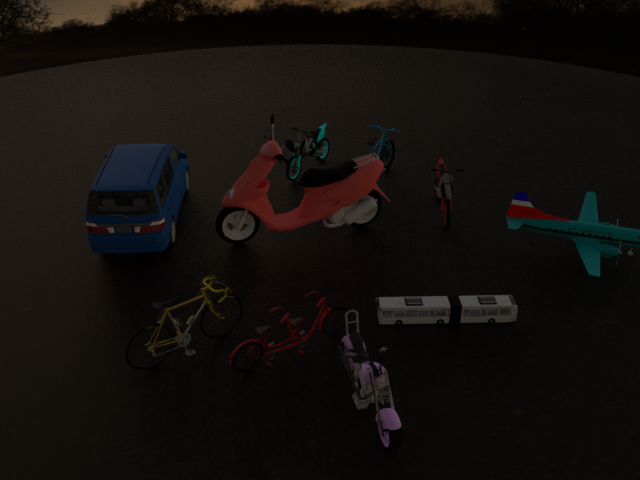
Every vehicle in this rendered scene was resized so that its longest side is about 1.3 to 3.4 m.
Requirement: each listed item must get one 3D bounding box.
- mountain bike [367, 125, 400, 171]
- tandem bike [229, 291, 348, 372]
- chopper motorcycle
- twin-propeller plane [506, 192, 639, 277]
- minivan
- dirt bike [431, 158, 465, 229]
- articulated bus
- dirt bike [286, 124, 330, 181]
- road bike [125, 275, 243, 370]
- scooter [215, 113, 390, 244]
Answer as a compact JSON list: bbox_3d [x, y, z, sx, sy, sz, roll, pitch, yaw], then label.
[{"bbox_3d":[1.025,-1.499,12.448,0.573,0.868,1.469,15,33,25],"label":"mountain bike"},{"bbox_3d":[-0.336,1.042,8.169,1.642,0.682,0.283,-19,35,-29],"label":"tandem bike"},{"bbox_3d":[0.531,1.445,7.381,0.466,0.761,1.563,-8,31,-13],"label":"chopper motorcycle"},{"bbox_3d":[3.827,-0.231,10.296,2.129,0.792,2.663,9,31,15],"label":"twin-propeller plane"},{"bbox_3d":[-2.796,-0.872,11.014,1.324,1.197,3.011,-1,30,-2],"label":"minivan"},{"bbox_3d":[1.997,-0.816,11.258,0.527,0.857,1.493,1,30,2],"label":"dirt bike"},{"bbox_3d":[1.590,0.881,8.850,1.749,0.289,0.311,-1,30,-1],"label":"articulated bus"},{"bbox_3d":[-0.202,-1.658,12.738,0.527,0.857,1.493,16,33,26],"label":"dirt bike"},{"bbox_3d":[-1.560,0.958,8.145,1.545,0.852,0.358,-22,36,-33],"label":"road bike"},{"bbox_3d":[-0.243,-0.872,10.416,2.721,1.786,1.288,-8,31,-14],"label":"scooter"}]
